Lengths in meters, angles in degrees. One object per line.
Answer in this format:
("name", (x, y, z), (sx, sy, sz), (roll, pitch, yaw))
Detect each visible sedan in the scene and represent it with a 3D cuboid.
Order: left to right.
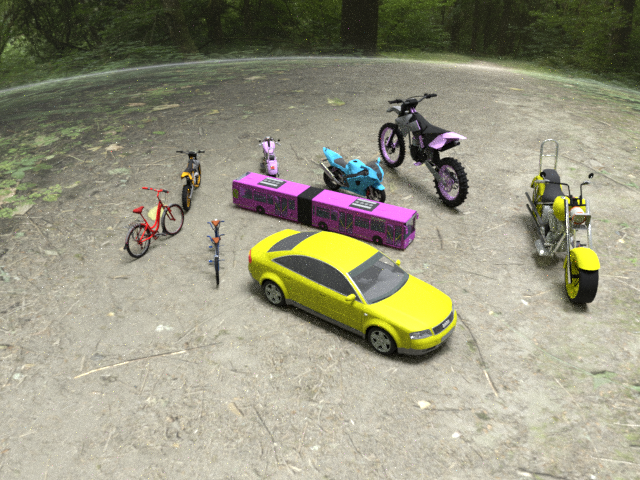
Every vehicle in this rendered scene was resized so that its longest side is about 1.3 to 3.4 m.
("sedan", (0.388, 0.557, 9.566), (3.137, 0.940, 1.235), (21, 35, 33))

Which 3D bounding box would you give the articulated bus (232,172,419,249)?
("articulated bus", (0.020, -0.540, 11.963), (3.401, 0.561, 0.605), (15, 32, 25))

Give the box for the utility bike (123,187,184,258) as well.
("utility bike", (-2.702, -0.340, 11.198), (0.535, 0.946, 1.435), (15, 32, 25))

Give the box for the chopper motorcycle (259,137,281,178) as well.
("chopper motorcycle", (-1.004, -1.721, 13.910), (0.466, 0.761, 1.563), (-4, 29, -7))

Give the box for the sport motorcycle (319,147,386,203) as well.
("sport motorcycle", (0.613, -1.168, 12.839), (1.520, 0.821, 0.506), (25, 37, 38))

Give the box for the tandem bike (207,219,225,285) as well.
("tandem bike", (-1.592, 0.042, 10.775), (0.283, 0.682, 1.642), (-4, 29, -7))

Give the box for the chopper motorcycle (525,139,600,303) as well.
("chopper motorcycle", (3.720, -0.359, 10.677), (0.906, 1.480, 3.040), (1, 29, 2))

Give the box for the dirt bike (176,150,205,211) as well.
("dirt bike", (-2.363, -1.172, 12.809), (0.527, 0.857, 1.493), (1, 29, 2))

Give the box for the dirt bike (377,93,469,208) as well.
("dirt bike", (1.869, -1.790, 13.095), (1.024, 1.666, 2.903), (-14, 32, -23))
